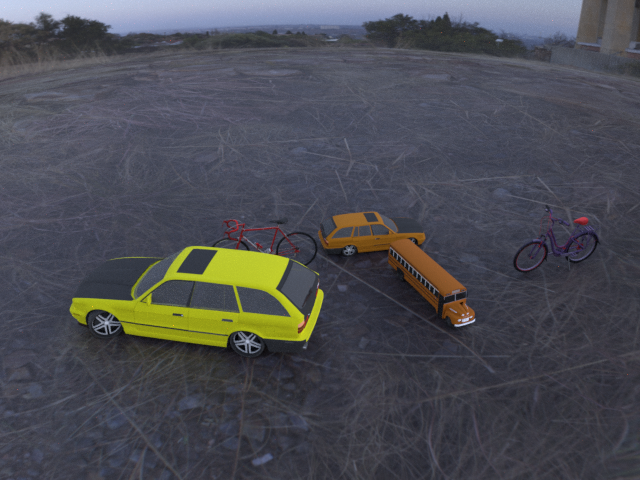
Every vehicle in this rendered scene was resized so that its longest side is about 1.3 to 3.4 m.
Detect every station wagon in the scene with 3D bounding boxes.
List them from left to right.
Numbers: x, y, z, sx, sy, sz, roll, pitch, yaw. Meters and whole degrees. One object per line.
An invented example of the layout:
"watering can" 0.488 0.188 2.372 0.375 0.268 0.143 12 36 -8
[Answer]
"station wagon" -1.551 0.636 8.720 3.105 0.920 1.327 6 30 10
"station wagon" 0.793 -0.142 10.563 1.597 0.473 0.682 -5 30 -10

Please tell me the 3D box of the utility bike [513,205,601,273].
"utility bike" 3.396 0.014 9.802 1.435 0.946 0.535 -9 31 -16

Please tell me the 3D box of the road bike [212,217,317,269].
"road bike" -0.797 0.077 9.786 1.545 0.852 0.358 -5 30 -9

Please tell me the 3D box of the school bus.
"school bus" 1.476 0.556 9.360 0.365 0.434 1.708 -13 32 -21
